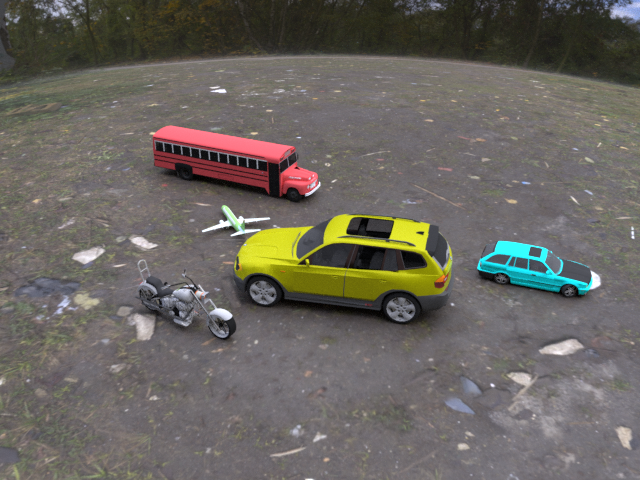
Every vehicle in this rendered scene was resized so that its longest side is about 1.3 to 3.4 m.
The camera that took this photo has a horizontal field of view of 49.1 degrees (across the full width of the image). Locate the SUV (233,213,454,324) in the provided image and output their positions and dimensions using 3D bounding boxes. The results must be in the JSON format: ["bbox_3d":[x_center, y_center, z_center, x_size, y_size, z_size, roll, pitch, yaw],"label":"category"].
[{"bbox_3d":[0.323,0.259,9.692,3.058,1.128,1.276,6,29,11],"label":"SUV"}]

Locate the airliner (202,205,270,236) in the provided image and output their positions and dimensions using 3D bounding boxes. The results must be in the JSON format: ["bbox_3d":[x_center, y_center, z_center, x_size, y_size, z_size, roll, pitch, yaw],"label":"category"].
[{"bbox_3d":[-1.435,-0.400,11.619,1.161,0.429,1.307,-12,31,-21],"label":"airliner"}]

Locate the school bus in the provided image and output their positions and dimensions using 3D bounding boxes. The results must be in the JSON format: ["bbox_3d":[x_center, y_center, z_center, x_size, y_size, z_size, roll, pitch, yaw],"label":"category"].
[{"bbox_3d":[-1.582,-1.465,13.130,3.322,0.844,0.709,13,31,22],"label":"school bus"}]

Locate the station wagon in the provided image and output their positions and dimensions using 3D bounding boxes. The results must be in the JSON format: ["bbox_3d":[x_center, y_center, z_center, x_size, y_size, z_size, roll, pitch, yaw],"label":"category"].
[{"bbox_3d":[3.125,0.380,10.151,1.597,0.473,0.682,11,31,19],"label":"station wagon"}]

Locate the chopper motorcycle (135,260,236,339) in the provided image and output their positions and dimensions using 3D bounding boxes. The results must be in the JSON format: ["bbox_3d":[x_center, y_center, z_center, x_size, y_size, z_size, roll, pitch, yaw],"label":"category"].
[{"bbox_3d":[-1.773,0.773,9.136,1.563,0.761,0.466,16,32,26],"label":"chopper motorcycle"}]
